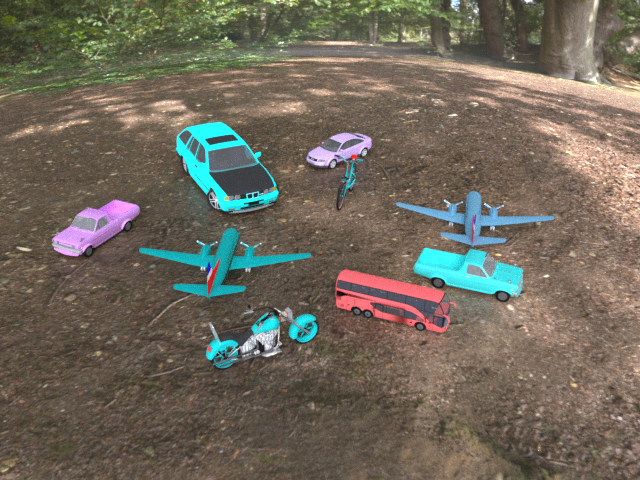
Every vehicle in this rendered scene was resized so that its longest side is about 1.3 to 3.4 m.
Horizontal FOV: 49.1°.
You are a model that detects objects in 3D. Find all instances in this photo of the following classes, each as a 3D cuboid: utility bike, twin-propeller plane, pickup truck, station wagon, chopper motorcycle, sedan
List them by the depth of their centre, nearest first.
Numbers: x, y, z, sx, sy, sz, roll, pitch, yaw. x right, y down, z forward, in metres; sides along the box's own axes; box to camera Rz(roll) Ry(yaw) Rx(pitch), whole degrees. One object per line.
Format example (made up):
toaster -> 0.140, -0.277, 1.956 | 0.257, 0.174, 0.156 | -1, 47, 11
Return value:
chopper motorcycle -> -0.717, 1.167, 8.950 | 1.563, 0.761, 0.466 | -16, 33, -26
pickup truck -> 2.231, 0.442, 10.500 | 1.603, 0.511, 0.640 | 11, 31, 20
twin-propeller plane -> -1.482, 0.233, 10.586 | 2.663, 0.792, 2.129 | 2, 29, 3
pickup truck -> -3.737, -0.262, 11.757 | 0.640, 0.511, 1.603 | 13, 32, 22
twin-propeller plane -> 2.596, -0.462, 11.826 | 2.663, 0.792, 2.129 | 6, 30, 10
utility bike -> 0.566, -1.175, 12.940 | 0.535, 0.946, 1.435 | 8, 30, 14
station wagon -> -1.854, -1.500, 13.546 | 1.327, 0.920, 3.105 | -14, 32, -23
sedan -> 0.415, -1.938, 14.775 | 1.613, 0.483, 0.635 | -25, 37, -37

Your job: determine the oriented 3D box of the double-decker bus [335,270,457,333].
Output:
double-decker bus -> 1.031, 0.853, 9.736 | 1.672, 0.541, 0.389 | 12, 31, 20
